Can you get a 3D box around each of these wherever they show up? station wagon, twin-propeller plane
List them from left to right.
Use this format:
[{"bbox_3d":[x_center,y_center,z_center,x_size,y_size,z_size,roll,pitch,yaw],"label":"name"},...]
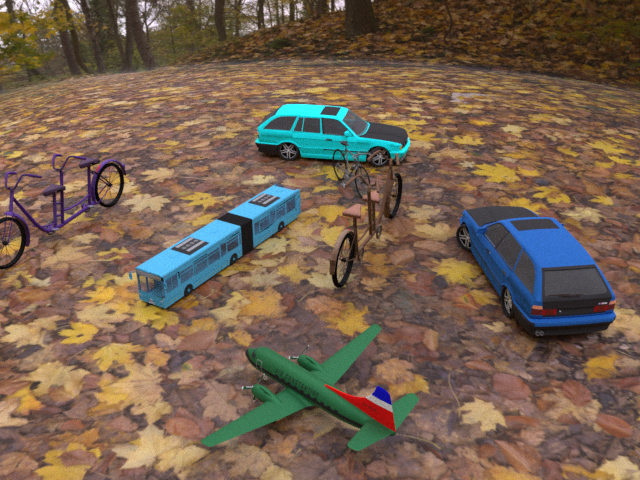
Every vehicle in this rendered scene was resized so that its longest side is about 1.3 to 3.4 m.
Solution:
[{"bbox_3d":[-0.060,1.480,7.329,2.129,0.792,2.663,23,35,37],"label":"twin-propeller plane"},{"bbox_3d":[0.283,-2.190,14.247,3.105,0.920,1.327,5,28,10],"label":"station wagon"},{"bbox_3d":[2.893,0.156,9.736,1.327,0.920,3.105,-3,28,-6],"label":"station wagon"}]

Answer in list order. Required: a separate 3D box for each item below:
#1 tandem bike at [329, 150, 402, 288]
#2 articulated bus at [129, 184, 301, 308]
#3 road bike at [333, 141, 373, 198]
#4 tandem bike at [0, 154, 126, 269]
[{"bbox_3d":[0.756,-0.451,10.463,0.550,1.326,3.192,11,29,20],"label":"tandem bike"},{"bbox_3d":[-1.391,-0.013,10.449,0.605,0.561,3.401,15,31,27],"label":"articulated bus"},{"bbox_3d":[0.558,-1.320,12.649,0.358,0.852,1.545,-11,30,-21],"label":"road bike"},{"bbox_3d":[-4.057,-0.703,10.948,0.550,1.326,3.192,11,29,20],"label":"tandem bike"}]
